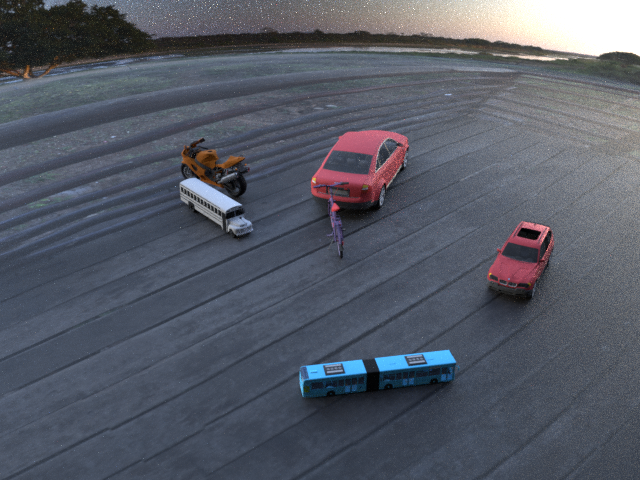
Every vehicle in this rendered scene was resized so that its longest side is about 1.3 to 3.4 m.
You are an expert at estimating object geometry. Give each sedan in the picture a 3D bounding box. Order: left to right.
[{"bbox_3d":[0.791,-1.450,12.512,1.235,0.940,3.137,10,30,17],"label":"sedan"}]

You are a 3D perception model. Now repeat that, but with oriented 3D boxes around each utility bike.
[{"bbox_3d":[0.184,-0.355,10.487,0.535,0.946,1.435,-3,29,-5],"label":"utility bike"}]

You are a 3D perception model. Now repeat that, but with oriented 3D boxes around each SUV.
[{"bbox_3d":[2.835,0.232,9.787,0.656,0.580,1.572,15,32,25],"label":"SUV"}]

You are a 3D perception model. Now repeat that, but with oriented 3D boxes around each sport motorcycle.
[{"bbox_3d":[-1.887,-1.265,12.296,1.520,0.821,0.506,18,33,29],"label":"sport motorcycle"}]

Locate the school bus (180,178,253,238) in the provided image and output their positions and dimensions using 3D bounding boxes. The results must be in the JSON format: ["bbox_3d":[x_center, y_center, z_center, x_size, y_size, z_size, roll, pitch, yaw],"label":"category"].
[{"bbox_3d":[-1.694,-0.536,11.357,0.365,0.434,1.708,-22,35,-34],"label":"school bus"}]

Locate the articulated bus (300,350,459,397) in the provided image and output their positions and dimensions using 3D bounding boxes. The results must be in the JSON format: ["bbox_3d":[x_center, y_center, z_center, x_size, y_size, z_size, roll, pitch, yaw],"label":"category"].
[{"bbox_3d":[0.656,1.486,7.780,1.749,0.289,0.311,-5,29,-9],"label":"articulated bus"}]
